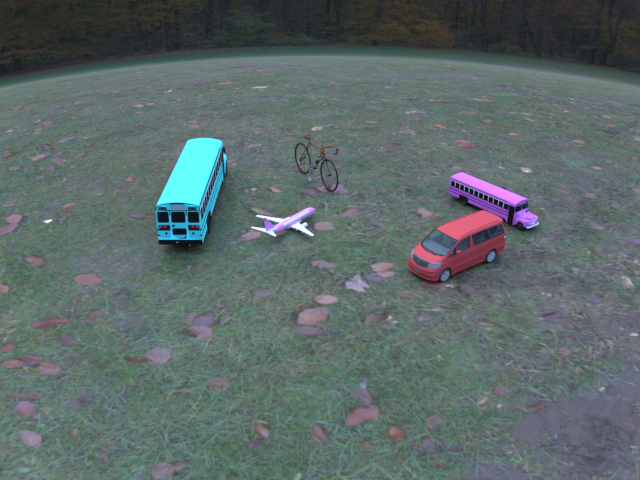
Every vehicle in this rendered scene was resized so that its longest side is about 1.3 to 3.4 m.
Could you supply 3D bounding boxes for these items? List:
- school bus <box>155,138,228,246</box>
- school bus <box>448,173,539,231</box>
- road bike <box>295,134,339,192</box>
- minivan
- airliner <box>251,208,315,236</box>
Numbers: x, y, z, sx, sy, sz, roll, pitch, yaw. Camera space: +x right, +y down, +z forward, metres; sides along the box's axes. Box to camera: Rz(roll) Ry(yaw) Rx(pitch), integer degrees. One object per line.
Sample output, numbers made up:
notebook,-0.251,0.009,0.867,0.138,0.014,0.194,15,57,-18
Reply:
school bus,-2.076,-0.937,11.782,0.709,0.844,3.322,0,28,0
school bus,2.892,-0.656,11.691,0.365,0.434,1.708,-20,34,-33
road bike,-0.081,-1.453,12.737,0.358,0.852,1.545,-16,32,-27
minivan,1.988,0.075,10.133,1.548,0.616,0.681,-19,33,-31
airliner,-0.481,-0.373,11.167,1.161,0.429,1.307,20,34,32
